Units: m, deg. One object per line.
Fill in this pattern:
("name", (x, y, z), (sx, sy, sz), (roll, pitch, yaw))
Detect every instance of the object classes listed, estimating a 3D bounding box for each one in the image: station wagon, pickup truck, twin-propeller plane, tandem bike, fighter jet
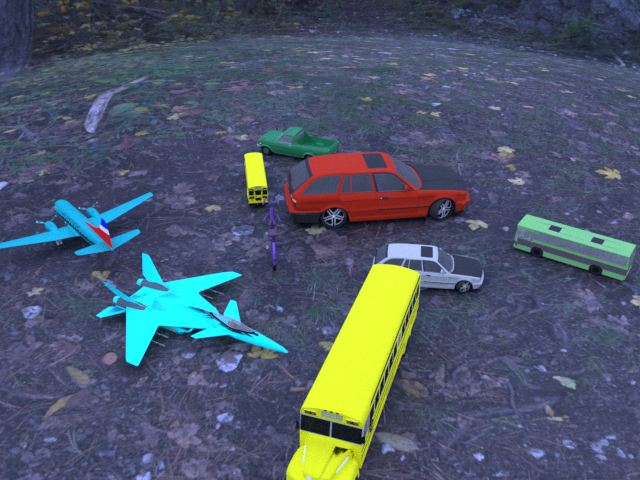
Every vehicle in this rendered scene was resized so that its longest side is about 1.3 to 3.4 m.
("station wagon", (1.559, 0.367, 10.098), (1.597, 0.473, 0.682), (4, 31, 7))
("pickup truck", (-0.440, -1.925, 13.857), (1.603, 0.511, 0.640), (13, 33, 20))
("twin-propeller plane", (-3.717, -0.312, 10.914), (2.663, 0.792, 2.129), (-24, 39, -34))
("tandem bike", (-0.731, -0.163, 10.775), (0.283, 0.682, 1.642), (-3, 31, -4))
("fighter jet", (-1.554, 0.917, 9.107), (2.640, 0.557, 2.229), (16, 35, 24))
("station wagon", (0.969, -0.936, 11.823), (3.105, 0.920, 1.327), (-4, 31, -6))

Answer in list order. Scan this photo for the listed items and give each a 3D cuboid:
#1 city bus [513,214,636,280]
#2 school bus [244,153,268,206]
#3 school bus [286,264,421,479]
("city bus", (3.803, 0.114, 10.531), (1.674, 0.460, 0.476), (19, 36, 29))
("school bus", (-1.164, -1.150, 12.648), (0.365, 0.434, 1.708), (-4, 31, -7))
("school bus", (0.463, 1.480, 7.897), (0.709, 0.844, 3.322), (10, 33, 16))
